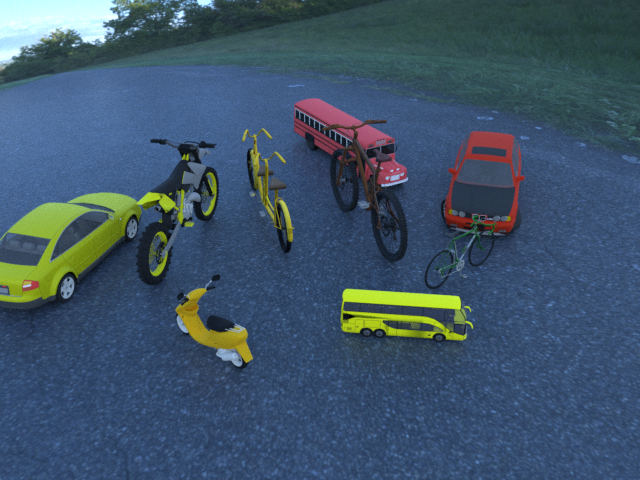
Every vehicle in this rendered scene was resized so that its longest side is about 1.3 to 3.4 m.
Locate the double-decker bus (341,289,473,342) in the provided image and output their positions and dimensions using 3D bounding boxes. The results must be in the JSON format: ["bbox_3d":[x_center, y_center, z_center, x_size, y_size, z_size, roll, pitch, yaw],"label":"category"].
[{"bbox_3d":[1.103,0.966,8.987,1.672,0.541,0.389,3,29,6],"label":"double-decker bus"}]

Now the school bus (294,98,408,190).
[{"bbox_3d":[0.556,-1.949,13.877,0.709,0.844,3.322,-16,33,-26],"label":"school bus"}]

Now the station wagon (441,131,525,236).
[{"bbox_3d":[2.916,-1.116,12.313,1.327,0.920,3.105,8,30,13],"label":"station wagon"}]

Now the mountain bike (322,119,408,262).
[{"bbox_3d":[0.729,-0.881,11.110,1.114,1.688,2.857,-10,31,-18],"label":"mountain bike"}]

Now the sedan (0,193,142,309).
[{"bbox_3d":[-3.796,-0.064,10.416,1.235,0.940,3.137,8,30,14],"label":"sedan"}]

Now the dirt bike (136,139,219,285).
[{"bbox_3d":[-2.138,-0.616,10.658,1.024,1.666,2.903,7,30,12],"label":"dirt bike"}]

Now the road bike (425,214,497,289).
[{"bbox_3d":[2.048,0.160,10.108,1.545,0.852,0.358,-23,36,-34],"label":"road bike"}]

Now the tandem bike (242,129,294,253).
[{"bbox_3d":[-0.888,-0.954,11.610,0.550,1.326,3.192,-8,30,-14],"label":"tandem bike"}]

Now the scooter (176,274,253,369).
[{"bbox_3d":[-1.345,0.986,8.566,1.399,0.919,0.662,24,37,36],"label":"scooter"}]
